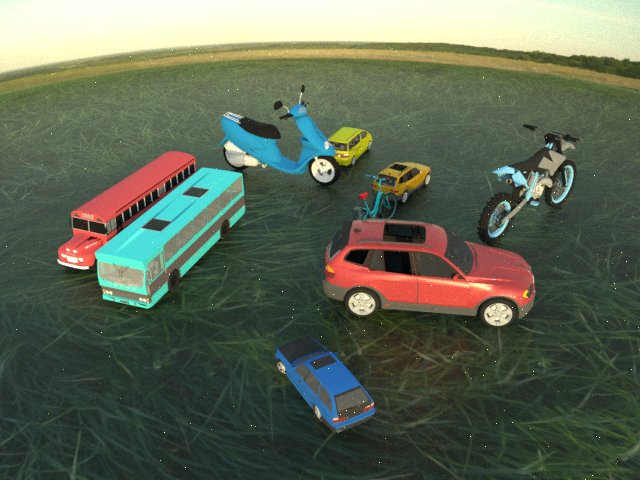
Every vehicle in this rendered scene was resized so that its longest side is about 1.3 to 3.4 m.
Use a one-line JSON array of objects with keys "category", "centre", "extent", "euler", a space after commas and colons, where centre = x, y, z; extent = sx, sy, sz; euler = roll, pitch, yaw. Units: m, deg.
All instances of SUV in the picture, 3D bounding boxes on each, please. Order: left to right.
[{"category": "SUV", "centre": [1.591, -1.213, 13.533], "extent": [0.656, 0.580, 1.572], "euler": [18, 34, 29]}, {"category": "SUV", "centre": [1.549, 0.392, 10.101], "extent": [3.058, 1.128, 1.276], "euler": [4, 29, 7]}]

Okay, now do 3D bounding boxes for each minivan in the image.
[{"category": "minivan", "centre": [0.628, -2.090, 15.066], "extent": [0.681, 0.616, 1.548], "euler": [12, 32, 21]}]

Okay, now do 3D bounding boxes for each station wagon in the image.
[{"category": "station wagon", "centre": [0.020, 1.648, 8.525], "extent": [0.682, 0.473, 1.597], "euler": [-15, 33, -25]}]

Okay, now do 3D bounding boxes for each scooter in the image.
[{"category": "scooter", "centre": [-0.851, -2.073, 13.836], "extent": [2.721, 1.786, 1.288], "euler": [12, 31, 20]}]

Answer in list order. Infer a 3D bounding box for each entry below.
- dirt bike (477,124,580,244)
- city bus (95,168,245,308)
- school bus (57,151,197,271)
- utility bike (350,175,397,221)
[{"category": "dirt bike", "centre": [3.675, -1.025, 12.085], "extent": [2.903, 1.666, 1.024], "euler": [-24, 37, -36]}, {"category": "city bus", "centre": [-2.261, -0.113, 11.245], "extent": [0.926, 0.894, 3.255], "euler": [10, 31, 17]}, {"category": "school bus", "centre": [-3.252, -0.564, 12.103], "extent": [0.709, 0.844, 3.322], "euler": [11, 31, 19]}, {"category": "utility bike", "centre": [0.882, -0.611, 12.083], "extent": [0.535, 0.946, 1.435], "euler": [22, 36, 34]}]
